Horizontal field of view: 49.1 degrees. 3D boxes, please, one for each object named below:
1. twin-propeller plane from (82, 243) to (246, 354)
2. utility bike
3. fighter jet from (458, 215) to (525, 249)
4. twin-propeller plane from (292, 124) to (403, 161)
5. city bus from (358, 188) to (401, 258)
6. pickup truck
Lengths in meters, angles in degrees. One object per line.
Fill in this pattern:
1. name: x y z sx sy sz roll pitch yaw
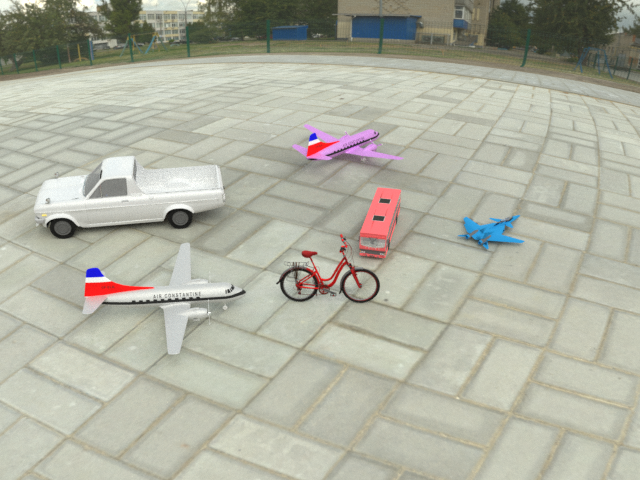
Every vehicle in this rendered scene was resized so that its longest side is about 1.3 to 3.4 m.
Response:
1. twin-propeller plane: -2.056 0.656 9.332 2.129 0.792 2.663 -3 30 -6
2. utility bike: 0.110 0.417 9.599 1.435 0.946 0.535 1 29 2
3. fighter jet: 2.912 -0.269 11.486 1.358 0.286 1.147 -24 38 -36
4. twin-propeller plane: 0.492 -1.988 14.018 2.663 0.792 2.129 26 38 38
5. city bus: 0.990 -0.287 11.341 0.476 0.460 1.674 7 30 12
6. pickup truck: -3.160 -0.824 11.751 3.117 0.993 1.244 -5 30 -9
